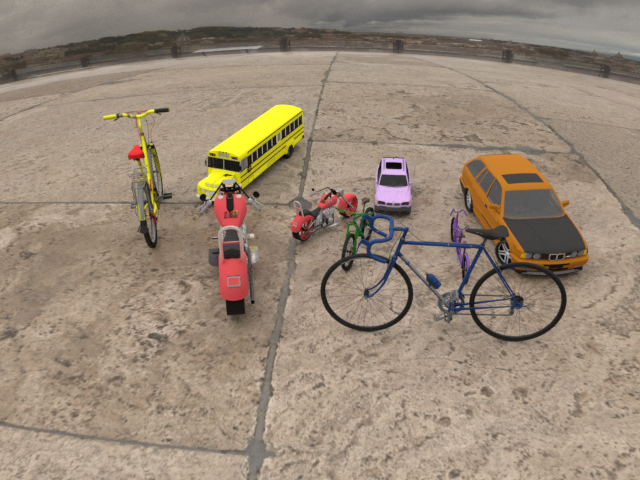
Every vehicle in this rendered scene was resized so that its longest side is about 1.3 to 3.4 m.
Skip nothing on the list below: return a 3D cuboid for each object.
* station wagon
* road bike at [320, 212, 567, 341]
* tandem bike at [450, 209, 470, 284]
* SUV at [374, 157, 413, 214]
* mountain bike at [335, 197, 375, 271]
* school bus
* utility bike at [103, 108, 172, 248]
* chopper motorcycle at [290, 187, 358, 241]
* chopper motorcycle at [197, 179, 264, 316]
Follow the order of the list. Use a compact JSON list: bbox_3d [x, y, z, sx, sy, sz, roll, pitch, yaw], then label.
[{"bbox_3d":[3.187,-0.544,11.156,1.327,0.920,3.105,-3,29,-5],"label":"station wagon"},{"bbox_3d":[1.499,0.503,8.537,3.004,1.656,0.697,3,29,6],"label":"road bike"},{"bbox_3d":[2.083,0.020,10.393,0.283,0.682,1.642,1,29,1],"label":"tandem bike"},{"bbox_3d":[1.280,-0.977,12.275,0.656,0.580,1.572,2,29,4],"label":"SUV"},{"bbox_3d":[0.584,-0.167,10.537,0.573,0.868,1.469,11,31,18],"label":"mountain bike"},{"bbox_3d":[-1.260,-1.664,13.231,0.709,0.844,3.322,11,31,19],"label":"school bus"},{"bbox_3d":[-2.858,-1.098,11.205,1.039,1.839,2.791,-4,30,-7],"label":"utility bike"},{"bbox_3d":[0.097,-0.518,11.273,0.466,0.761,1.563,22,36,34],"label":"chopper motorcycle"},{"bbox_3d":[-1.248,-0.183,9.940,0.906,1.480,3.040,-4,29,-6],"label":"chopper motorcycle"}]
